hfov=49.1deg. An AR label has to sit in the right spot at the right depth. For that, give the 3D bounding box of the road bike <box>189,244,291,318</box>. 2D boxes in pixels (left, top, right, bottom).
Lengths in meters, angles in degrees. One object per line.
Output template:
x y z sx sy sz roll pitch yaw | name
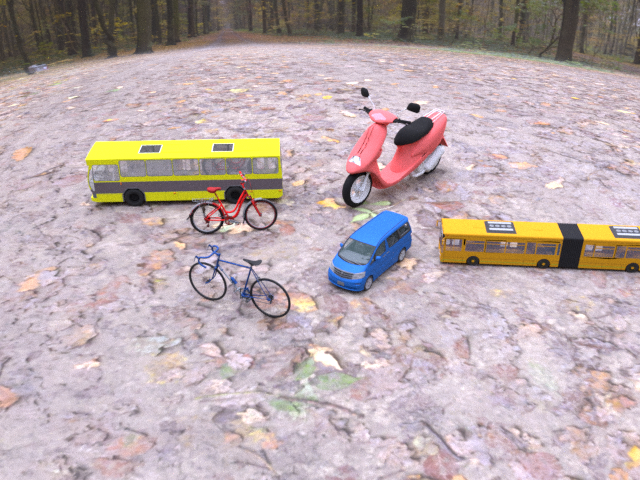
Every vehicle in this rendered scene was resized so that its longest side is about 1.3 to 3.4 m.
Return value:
-1.078 0.545 9.176 1.545 0.852 0.358 13 32 21 | road bike

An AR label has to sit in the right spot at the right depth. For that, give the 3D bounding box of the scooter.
1.367 -1.720 12.174 2.721 1.786 1.288 -26 39 -37 | scooter

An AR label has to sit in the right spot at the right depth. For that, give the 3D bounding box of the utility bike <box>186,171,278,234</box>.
-1.396 -0.575 11.027 1.435 0.946 0.535 -4 30 -7 | utility bike

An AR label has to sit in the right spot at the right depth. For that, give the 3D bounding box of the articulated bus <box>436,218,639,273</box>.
3.435 0.071 10.291 3.401 0.561 0.605 2 30 4 | articulated bus

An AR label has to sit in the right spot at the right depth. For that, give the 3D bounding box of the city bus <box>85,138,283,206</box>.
-2.278 -1.175 12.122 3.255 0.894 0.926 -2 30 -3 | city bus

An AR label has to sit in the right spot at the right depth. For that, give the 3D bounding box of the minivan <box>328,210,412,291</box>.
0.736 0.144 10.110 0.681 0.616 1.548 20 35 30 | minivan
